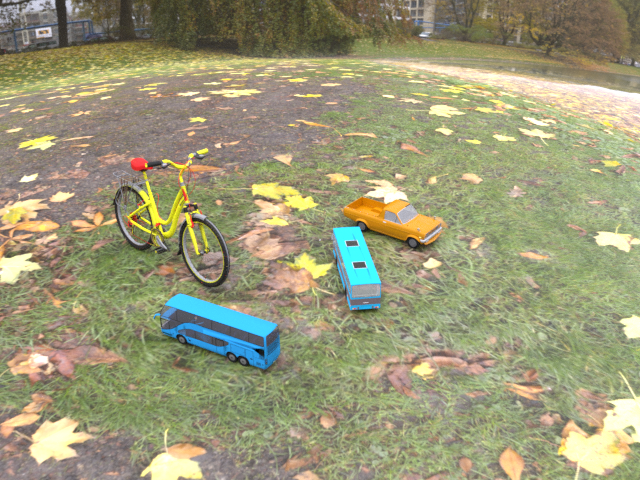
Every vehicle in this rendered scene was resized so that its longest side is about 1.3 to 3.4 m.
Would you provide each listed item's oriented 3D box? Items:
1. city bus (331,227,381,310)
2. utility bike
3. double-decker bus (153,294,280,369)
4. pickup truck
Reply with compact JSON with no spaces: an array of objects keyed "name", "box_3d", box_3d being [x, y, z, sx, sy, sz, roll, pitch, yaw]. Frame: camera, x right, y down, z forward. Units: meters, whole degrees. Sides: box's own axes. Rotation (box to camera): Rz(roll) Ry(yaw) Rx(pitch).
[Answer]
[{"name":"city bus","box_3d":[0.505,0.395,10.025,0.476,0.460,1.674,-3,28,-6]},{"name":"utility bike","box_3d":[-2.204,-0.491,10.217,2.791,1.839,1.039,23,36,36]},{"name":"double-decker bus","box_3d":[-1.272,1.102,8.623,1.672,0.541,0.389,14,31,25]},{"name":"pickup truck","box_3d":[1.169,-0.364,11.384,1.603,0.511,0.640,20,34,32]}]
